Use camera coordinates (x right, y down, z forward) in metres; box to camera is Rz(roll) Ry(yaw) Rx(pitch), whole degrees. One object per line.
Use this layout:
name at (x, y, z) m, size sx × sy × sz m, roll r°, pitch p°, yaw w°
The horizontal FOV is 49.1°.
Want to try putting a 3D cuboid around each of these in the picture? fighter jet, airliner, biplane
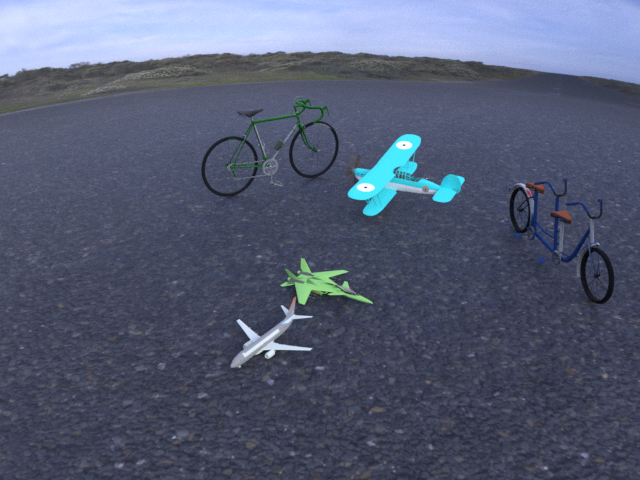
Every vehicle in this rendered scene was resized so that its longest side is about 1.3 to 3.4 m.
fighter jet at (0.155, 0.621, 9.821) m, size 1.358 × 0.286 × 1.147 m, roll 16°, pitch 30°, yaw 30°
airliner at (-0.665, 1.138, 8.565) m, size 1.161 × 0.429 × 1.307 m, roll 17°, pitch 30°, yaw 31°
biplane at (1.467, -1.024, 12.474) m, size 2.120 × 0.981 × 2.598 m, roll 13°, pitch 28°, yaw 25°

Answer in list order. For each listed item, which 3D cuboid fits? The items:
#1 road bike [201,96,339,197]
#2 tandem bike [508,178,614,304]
road bike at (-0.885, -1.795, 13.312) m, size 3.004 × 1.656 × 0.696 m, roll -16°, pitch 30°, yaw -29°
tandem bike at (3.543, -0.266, 10.476) m, size 0.550 × 1.326 × 3.192 m, roll -5°, pitch 26°, yaw -10°
